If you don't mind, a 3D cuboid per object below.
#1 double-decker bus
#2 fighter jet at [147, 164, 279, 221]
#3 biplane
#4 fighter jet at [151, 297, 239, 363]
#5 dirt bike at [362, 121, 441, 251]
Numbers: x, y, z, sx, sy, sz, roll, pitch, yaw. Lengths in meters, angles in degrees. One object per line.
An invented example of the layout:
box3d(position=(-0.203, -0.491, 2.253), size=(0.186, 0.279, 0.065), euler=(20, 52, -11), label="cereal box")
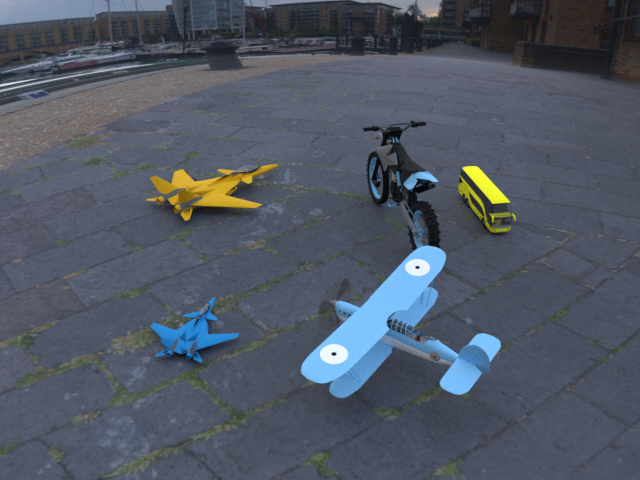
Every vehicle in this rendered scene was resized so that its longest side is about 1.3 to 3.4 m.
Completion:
box3d(position=(2.751, -0.679, 11.697), size=(0.389, 0.541, 1.672), euler=(-4, 29, -8), label="double-decker bus")
box3d(position=(-1.701, -1.123, 12.490), size=(2.229, 0.557, 2.640), euler=(24, 37, 37), label="fighter jet")
box3d(position=(0.932, 1.112, 7.972), size=(2.120, 0.981, 2.598), euler=(20, 35, 32), label="biplane")
box3d(position=(-1.556, 1.021, 8.861), size=(1.147, 0.286, 1.358), euler=(6, 29, 10), label="fighter jet")
box3d(position=(1.246, -0.923, 10.971), size=(1.024, 1.666, 2.903), euler=(-8, 30, -13), label="dirt bike")
